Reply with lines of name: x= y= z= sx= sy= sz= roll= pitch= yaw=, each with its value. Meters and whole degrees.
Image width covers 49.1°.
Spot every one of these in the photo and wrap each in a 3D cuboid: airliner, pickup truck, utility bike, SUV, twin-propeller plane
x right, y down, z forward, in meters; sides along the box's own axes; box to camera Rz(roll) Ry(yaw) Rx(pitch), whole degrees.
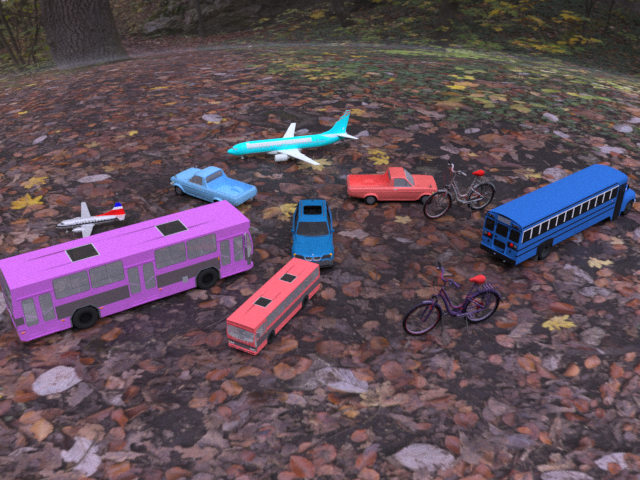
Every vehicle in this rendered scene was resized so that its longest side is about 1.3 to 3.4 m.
airliner: x=-0.581 y=-2.077 z=13.858 sx=2.541 sy=0.835 sz=2.257 roll=-7 pitch=31 yaw=-12
pickup truck: x=1.255 y=-0.971 z=12.259 sx=1.603 sy=0.511 sz=0.640 roll=0 pitch=30 yaw=-1
utility bike: x=2.370 y=-0.810 z=11.541 sx=1.435 sy=0.946 sz=0.535 roll=-12 pitch=32 yaw=-19
pickup truck: x=-1.877 y=-0.965 z=12.248 sx=1.603 sy=0.511 sz=0.640 roll=19 pitch=35 yaw=30
SUV: x=-0.113 y=-0.130 z=10.724 sx=0.656 sy=0.580 sz=1.572 roll=0 pitch=30 yaw=-1
utility bike: x=1.727 y=0.773 z=8.786 sx=1.435 sy=0.946 sz=0.535 roll=-10 pitch=31 yaw=-16
twin-propeller plane: x=-3.704 y=-0.356 z=11.292 sx=1.095 sy=0.407 sz=1.370 roll=-9 pitch=31 yaw=-16

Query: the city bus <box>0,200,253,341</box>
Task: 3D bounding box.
city bus: x=-2.532 y=0.380 z=9.521 sx=3.255 sy=0.894 sz=0.926 roll=-18 pitch=34 yaw=-28

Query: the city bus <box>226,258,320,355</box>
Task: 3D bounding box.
city bus: x=-0.574 y=0.844 z=9.149 sx=0.476 sy=0.460 sz=1.674 roll=15 pitch=33 yaw=24

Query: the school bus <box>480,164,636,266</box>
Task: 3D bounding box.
school bus: x=3.903 y=-0.486 z=11.078 sx=3.322 sy=0.844 sz=0.709 roll=-22 pitch=36 yaw=-33
